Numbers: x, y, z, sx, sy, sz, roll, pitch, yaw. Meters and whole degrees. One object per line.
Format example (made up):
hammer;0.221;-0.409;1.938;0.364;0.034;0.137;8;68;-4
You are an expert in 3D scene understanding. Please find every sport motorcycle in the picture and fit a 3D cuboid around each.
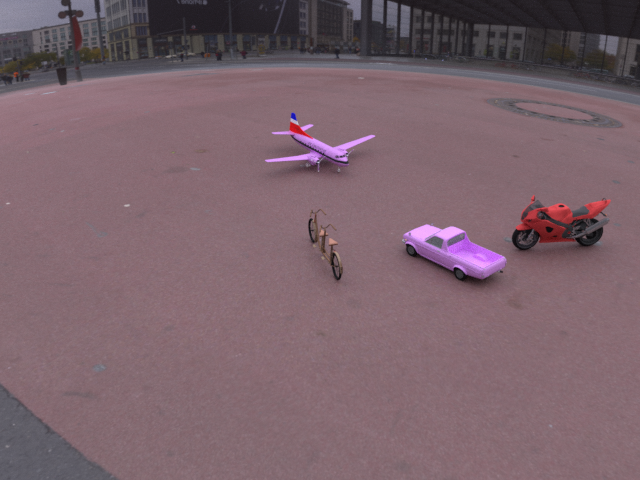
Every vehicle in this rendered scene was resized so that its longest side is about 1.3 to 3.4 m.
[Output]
sport motorcycle;3.750;-0.253;10.918;1.520;0.821;0.506;-4;28;-7

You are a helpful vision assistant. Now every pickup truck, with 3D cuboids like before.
pickup truck;1.991;0.130;10.518;0.640;0.511;1.603;-22;35;-35

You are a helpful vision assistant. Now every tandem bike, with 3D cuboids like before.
tandem bike;0.064;0.002;10.579;0.283;0.682;1.642;-8;29;-15

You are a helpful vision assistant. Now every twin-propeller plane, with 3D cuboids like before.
twin-propeller plane;-0.058;-1.991;14.283;2.663;0.792;2.129;-18;32;-30
